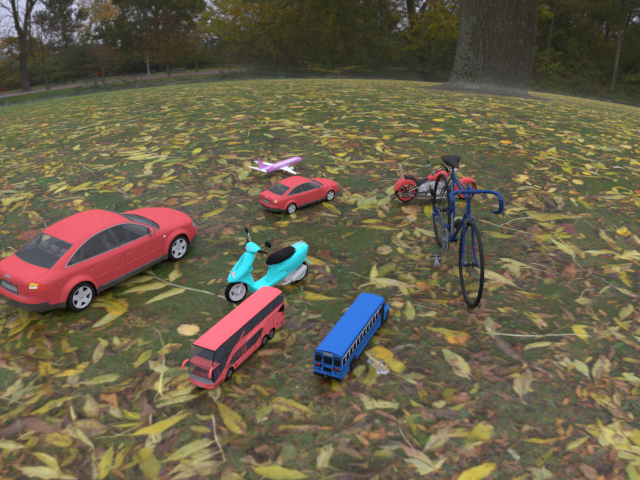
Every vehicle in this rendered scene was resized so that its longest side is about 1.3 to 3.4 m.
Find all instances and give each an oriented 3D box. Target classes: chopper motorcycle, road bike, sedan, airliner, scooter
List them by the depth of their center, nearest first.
[{"bbox_3d":[-0.707,0.302,9.634,1.399,0.919,0.662,-17,30,-32],"label":"scooter"},{"bbox_3d":[1.951,-0.290,10.020,0.696,1.656,3.004,-1,25,-3],"label":"road bike"},{"bbox_3d":[-3.118,0.066,10.105,1.235,0.940,3.137,17,30,31],"label":"sedan"},{"bbox_3d":[-0.353,-0.896,12.658,1.613,0.483,0.635,-21,32,-37],"label":"sedan"},{"bbox_3d":[2.102,-1.066,12.693,1.563,0.761,0.466,-5,26,-10],"label":"chopper motorcycle"},{"bbox_3d":[-0.817,-1.603,14.207,1.161,0.429,1.307,20,32,36],"label":"airliner"}]

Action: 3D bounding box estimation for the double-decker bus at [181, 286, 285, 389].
[{"bbox_3d":[-0.970,1.144,8.305,0.389,0.541,1.672,13,28,25],"label":"double-decker bus"}]

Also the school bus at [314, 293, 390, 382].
[{"bbox_3d":[0.432,1.101,8.518,0.365,0.434,1.708,11,28,22],"label":"school bus"}]
